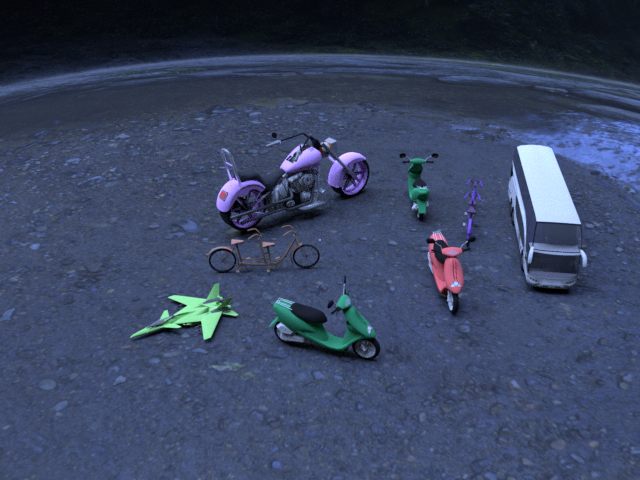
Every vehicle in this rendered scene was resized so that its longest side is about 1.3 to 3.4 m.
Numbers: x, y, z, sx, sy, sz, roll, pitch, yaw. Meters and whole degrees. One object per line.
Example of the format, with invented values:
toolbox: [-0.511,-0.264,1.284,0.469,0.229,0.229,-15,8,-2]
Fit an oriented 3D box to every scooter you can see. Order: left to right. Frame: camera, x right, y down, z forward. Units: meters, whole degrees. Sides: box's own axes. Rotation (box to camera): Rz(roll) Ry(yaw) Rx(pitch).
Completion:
scooter: [0.048,0.941,8.337,1.399,0.919,0.662,9,30,16]
scooter: [1.671,-0.982,11.895,0.662,0.919,1.399,0,28,0]
scooter: [1.711,0.294,9.534,0.662,0.919,1.399,-2,28,-4]

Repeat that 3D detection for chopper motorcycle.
chopper motorcycle: [-0.360,-1.114,11.550,3.040,1.480,0.906,-21,35,-34]

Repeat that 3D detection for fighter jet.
fighter jet: [-1.791,0.954,8.977,1.358,0.286,1.147,-17,33,-29]

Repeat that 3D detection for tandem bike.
tandem bike: [-0.819,0.144,10.062,1.642,0.682,0.283,-3,28,-5]
tandem bike: [2.443,-0.501,11.256,0.283,0.682,1.642,7,29,12]

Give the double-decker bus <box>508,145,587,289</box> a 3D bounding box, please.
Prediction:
double-decker bus: [3.388,-0.417,10.709,0.756,1.052,3.251,4,29,8]
